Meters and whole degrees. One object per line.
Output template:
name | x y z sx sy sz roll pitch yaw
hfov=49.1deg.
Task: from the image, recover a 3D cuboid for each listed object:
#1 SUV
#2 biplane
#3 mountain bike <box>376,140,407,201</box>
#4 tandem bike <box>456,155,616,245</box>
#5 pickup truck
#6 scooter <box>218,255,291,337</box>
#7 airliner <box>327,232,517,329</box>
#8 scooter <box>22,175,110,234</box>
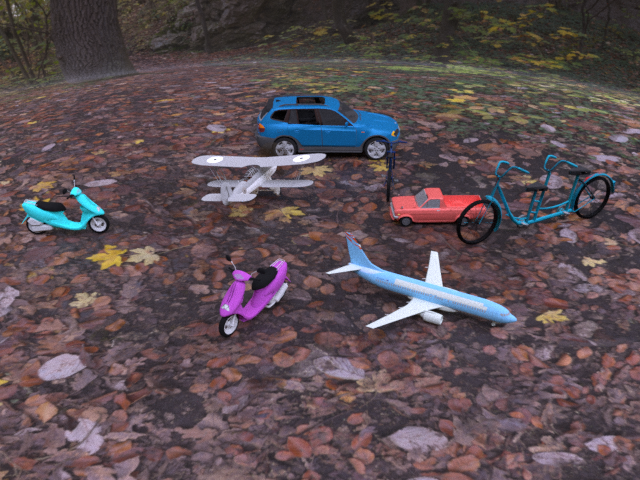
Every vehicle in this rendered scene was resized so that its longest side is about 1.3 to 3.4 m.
SUV | 0.165 -2.410 14.707 3.058 1.128 1.276 0 28 0
biplane | -1.242 -1.057 12.298 2.598 0.981 2.120 10 30 19
mountain bike | 1.296 -1.324 12.926 0.573 0.868 1.469 3 28 6
tandem bike | 3.584 -0.744 11.336 3.192 1.326 0.550 -12 30 -21
pickup truck | 1.998 -0.583 11.904 1.603 0.511 0.640 0 28 -1
scooter | -0.858 0.619 9.187 0.662 0.919 1.399 19 33 31
airliner | 1.419 0.536 9.433 2.541 0.835 2.257 15 31 26
scooter | -4.154 -0.513 11.333 1.399 0.919 0.662 -1 28 -3
